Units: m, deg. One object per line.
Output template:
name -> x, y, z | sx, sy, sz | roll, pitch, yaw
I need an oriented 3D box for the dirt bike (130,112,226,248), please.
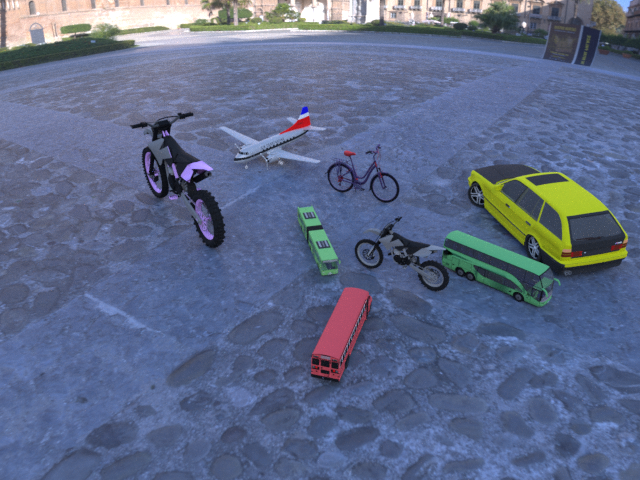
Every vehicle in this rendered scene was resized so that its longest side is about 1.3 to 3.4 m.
dirt bike -> -2.283, -1.063, 11.141 | 1.024, 1.666, 2.903 | -19, 35, -29

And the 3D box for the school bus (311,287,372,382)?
school bus -> 0.307, 1.083, 8.695 | 0.365, 0.434, 1.708 | 9, 31, 15

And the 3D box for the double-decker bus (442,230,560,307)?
double-decker bus -> 2.483, 0.397, 9.762 | 1.672, 0.541, 0.389 | 25, 38, 36

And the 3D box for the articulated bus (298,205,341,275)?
articulated bus -> -0.053, -0.024, 10.731 | 0.311, 0.289, 1.749 | -7, 31, -11

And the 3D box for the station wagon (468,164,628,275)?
station wagon -> 3.478, -0.583, 11.060 | 1.327, 0.920, 3.105 | -8, 31, -14

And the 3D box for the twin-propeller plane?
twin-propeller plane -> -0.890, -1.977, 13.569 | 2.663, 0.792, 2.129 | 24, 38, 35

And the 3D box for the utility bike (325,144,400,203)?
utility bike -> 0.742, -1.201, 12.091 | 1.435, 0.946, 0.535 | 15, 34, 25

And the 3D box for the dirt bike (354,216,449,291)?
dirt bike -> 1.133, 0.185, 9.811 | 1.493, 0.857, 0.527 | 18, 35, 28
